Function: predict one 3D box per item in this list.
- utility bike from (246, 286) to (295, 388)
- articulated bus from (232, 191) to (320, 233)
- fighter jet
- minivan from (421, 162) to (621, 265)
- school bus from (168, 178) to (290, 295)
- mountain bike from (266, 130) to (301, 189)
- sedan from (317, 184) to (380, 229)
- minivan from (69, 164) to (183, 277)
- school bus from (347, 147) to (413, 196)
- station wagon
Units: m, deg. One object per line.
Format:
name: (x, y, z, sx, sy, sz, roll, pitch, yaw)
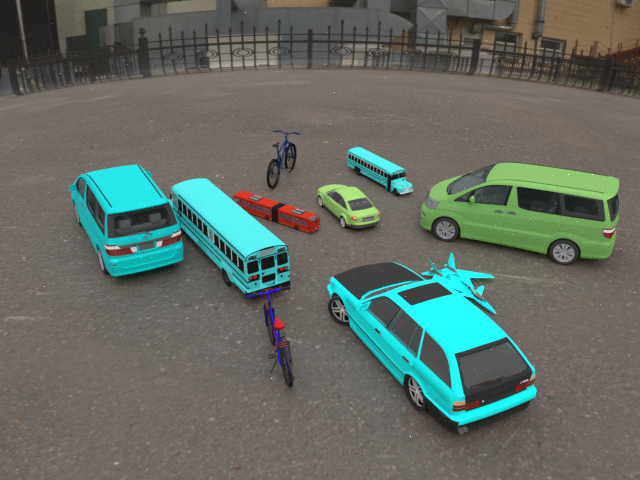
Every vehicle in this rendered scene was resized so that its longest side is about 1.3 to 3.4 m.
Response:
utility bike: (-0.556, 1.076, 8.252, 0.535, 0.946, 1.435, -7, 28, -14)
articulated bus: (-0.770, -0.491, 11.965, 1.749, 0.289, 0.311, 19, 33, 32)
fighter jet: (2.046, 0.626, 9.828, 1.147, 0.286, 1.358, -13, 30, -23)
minivan: (3.125, -0.546, 11.089, 3.011, 1.197, 1.324, 12, 30, 22)
school bus: (-1.547, -0.170, 10.750, 0.709, 0.844, 3.322, -16, 31, -27)
mountain bike: (-0.724, -1.578, 13.419, 0.573, 0.868, 1.469, 9, 29, 16)
sedan: (0.464, -0.664, 12.086, 0.635, 0.483, 1.613, -12, 30, -22)
minivan: (-3.131, -0.512, 11.024, 1.324, 1.197, 3.011, -14, 31, -24)
school bus: (1.142, -1.318, 13.391, 0.365, 0.434, 1.708, -17, 32, -29)
station wagon: (1.196, 0.989, 8.446, 1.327, 0.920, 3.105, -13, 30, -23)
